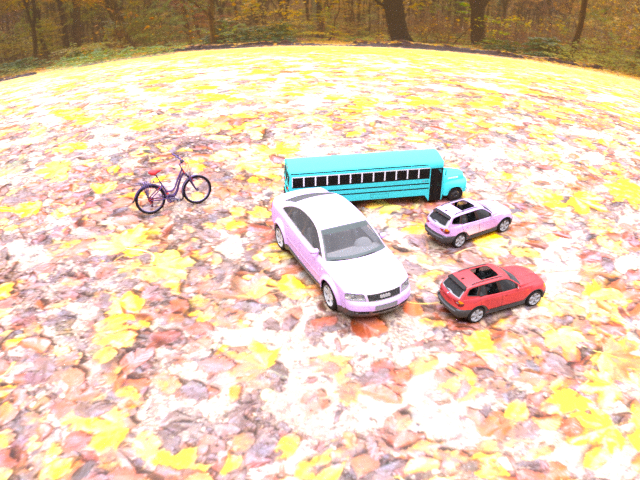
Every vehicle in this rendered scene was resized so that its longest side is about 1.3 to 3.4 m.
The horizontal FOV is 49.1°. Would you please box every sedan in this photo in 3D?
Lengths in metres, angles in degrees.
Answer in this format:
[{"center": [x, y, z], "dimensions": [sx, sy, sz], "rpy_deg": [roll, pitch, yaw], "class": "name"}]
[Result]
[{"center": [0.242, 0.007, 10.533], "dimensions": [1.235, 0.940, 3.137], "rpy_deg": [-13, 33, -21], "class": "sedan"}]

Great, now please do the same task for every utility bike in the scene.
[{"center": [-2.617, -0.997, 12.244], "dimensions": [1.435, 0.946, 0.535], "rpy_deg": [-15, 33, -23], "class": "utility bike"}]

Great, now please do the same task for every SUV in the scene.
[{"center": [2.420, 0.646, 9.798], "dimensions": [1.572, 0.580, 0.656], "rpy_deg": [-13, 33, -20], "class": "SUV"}, {"center": [2.471, -0.378, 11.548], "dimensions": [1.572, 0.580, 0.656], "rpy_deg": [-17, 34, -27], "class": "SUV"}]

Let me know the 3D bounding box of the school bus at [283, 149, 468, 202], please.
[{"center": [1.027, -1.104, 12.526], "dimensions": [3.322, 0.844, 0.709], "rpy_deg": [-5, 31, -8], "class": "school bus"}]
